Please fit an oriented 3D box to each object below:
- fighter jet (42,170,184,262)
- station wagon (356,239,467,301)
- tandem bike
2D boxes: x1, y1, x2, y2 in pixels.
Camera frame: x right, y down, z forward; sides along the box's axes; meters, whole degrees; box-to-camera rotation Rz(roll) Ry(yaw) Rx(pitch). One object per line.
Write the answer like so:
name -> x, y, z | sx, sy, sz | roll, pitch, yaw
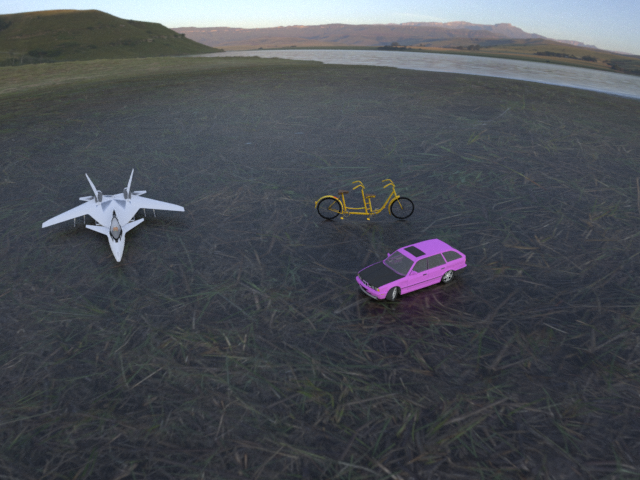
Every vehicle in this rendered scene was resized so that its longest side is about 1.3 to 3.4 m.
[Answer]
fighter jet -> -3.278, -0.408, 11.151 | 2.229, 0.557, 2.640 | -8, 28, -15
station wagon -> 1.267, 0.370, 9.694 | 1.597, 0.473, 0.682 | -15, 30, -28
tandem bike -> 0.735, -0.649, 11.493 | 1.642, 0.682, 0.283 | 0, 27, 0
